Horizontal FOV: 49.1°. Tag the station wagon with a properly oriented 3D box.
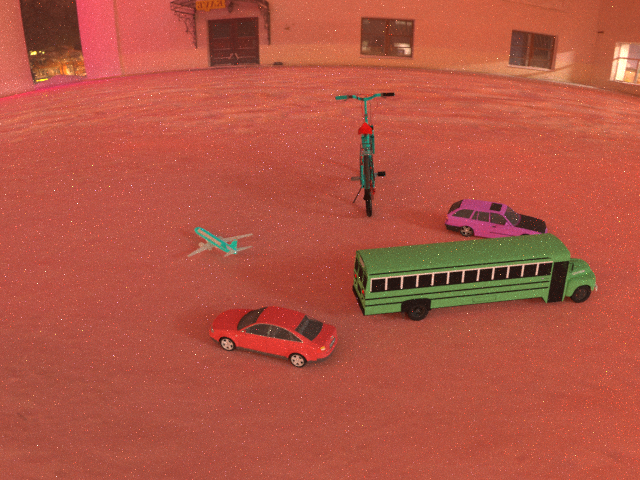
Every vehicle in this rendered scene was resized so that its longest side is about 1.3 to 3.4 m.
[{"bbox_3d":[2.853,-0.317,11.304,1.597,0.473,0.682,10,29,19],"label":"station wagon"}]

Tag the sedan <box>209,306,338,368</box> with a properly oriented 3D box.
[{"bbox_3d":[-0.585,1.096,8.541,1.613,0.483,0.635,9,29,18],"label":"sedan"}]

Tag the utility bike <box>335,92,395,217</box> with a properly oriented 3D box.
[{"bbox_3d":[0.759,-1.614,12.337,1.039,1.839,2.791,2,27,4],"label":"utility bike"}]

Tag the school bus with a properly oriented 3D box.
[{"bbox_3d":[2.126,0.459,9.386,3.322,0.844,0.709,-5,28,-9],"label":"school bus"}]

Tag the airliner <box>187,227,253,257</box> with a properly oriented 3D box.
[{"bbox_3d":[-1.618,-0.063,10.857,1.161,0.429,1.307,-21,34,-34],"label":"airliner"}]
